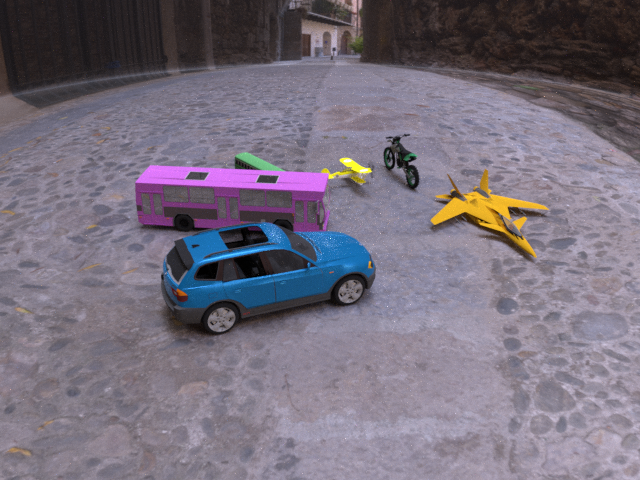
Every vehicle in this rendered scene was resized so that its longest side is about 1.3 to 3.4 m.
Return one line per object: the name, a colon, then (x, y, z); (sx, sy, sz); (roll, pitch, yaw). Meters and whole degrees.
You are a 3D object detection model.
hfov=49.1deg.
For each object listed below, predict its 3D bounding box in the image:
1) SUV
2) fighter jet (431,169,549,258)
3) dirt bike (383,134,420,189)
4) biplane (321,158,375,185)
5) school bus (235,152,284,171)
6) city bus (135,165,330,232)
SUV: (-0.711, 0.362, 9.936); (3.058, 1.128, 1.276); (-11, 30, -19)
fighter jet: (3.065, -0.470, 12.106); (2.229, 0.557, 2.640); (-7, 29, -14)
dirt bike: (1.609, -1.628, 13.958); (0.527, 0.857, 1.493); (-10, 30, -18)
biplane: (0.534, -1.313, 13.741); (1.090, 0.504, 1.336); (-9, 29, -16)
school bus: (-1.065, -1.271, 13.737); (0.365, 0.434, 1.708); (-21, 35, -34)
city bus: (-1.478, -0.669, 12.120); (3.255, 0.894, 0.926); (3, 28, 6)
